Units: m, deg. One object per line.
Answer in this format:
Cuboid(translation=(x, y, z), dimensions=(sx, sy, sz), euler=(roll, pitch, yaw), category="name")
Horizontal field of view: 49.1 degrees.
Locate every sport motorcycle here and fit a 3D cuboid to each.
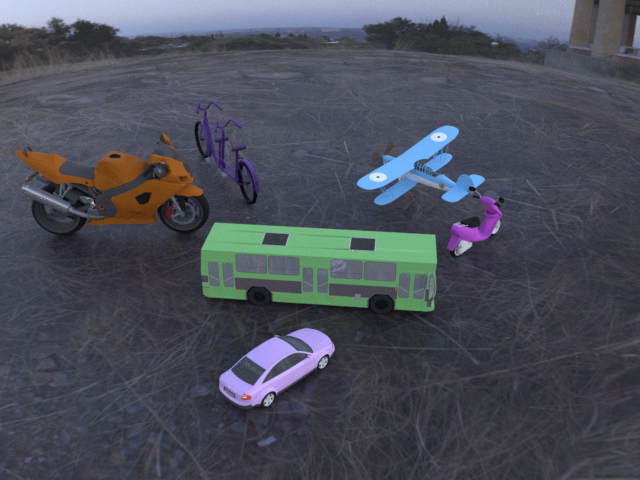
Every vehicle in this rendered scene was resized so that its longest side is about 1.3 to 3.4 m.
Cuboid(translation=(-3.308, -0.813, 11.367), dimensions=(2.955, 1.596, 0.983), euler=(-1, 30, -1), category="sport motorcycle")

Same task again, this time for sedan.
Cuboid(translation=(-0.493, 1.474, 8.520), dimensions=(0.635, 0.483, 1.613), euler=(26, 39, 37), category="sedan")

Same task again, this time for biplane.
Cuboid(translation=(1.850, -1.160, 12.582), dimensions=(2.598, 0.981, 2.120), euler=(-26, 39, -38), category="biplane")

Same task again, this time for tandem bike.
Cuboid(translation=(-1.838, -1.752, 13.262), dimensions=(0.550, 1.326, 3.192), euler=(-15, 33, -24), category="tandem bike")

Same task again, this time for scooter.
Cuboid(translation=(2.511, -0.300, 11.156), dimensions=(1.399, 0.919, 0.662), euler=(-26, 39, -37), category="scooter")

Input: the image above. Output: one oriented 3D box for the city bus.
Cuboid(translation=(0.000, 0.409, 9.952), dimensions=(3.255, 0.894, 0.926), euler=(3, 30, 6), category="city bus")
